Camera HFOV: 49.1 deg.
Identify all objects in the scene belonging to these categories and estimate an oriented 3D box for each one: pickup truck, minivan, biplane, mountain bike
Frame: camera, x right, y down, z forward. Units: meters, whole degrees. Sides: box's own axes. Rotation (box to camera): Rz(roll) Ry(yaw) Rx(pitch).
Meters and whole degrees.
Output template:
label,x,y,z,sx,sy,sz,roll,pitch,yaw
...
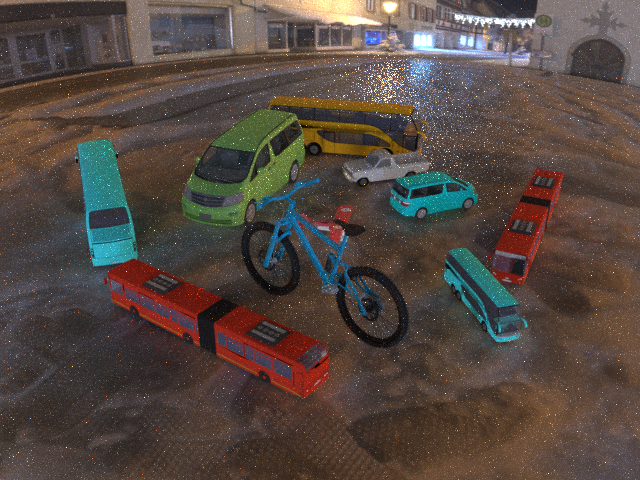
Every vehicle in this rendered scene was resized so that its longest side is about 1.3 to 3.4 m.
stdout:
label,x,y,z,sx,sy,sz,roll,pitch,yaw
pickup truck,1.253,-1.429,13.315,1.603,0.511,0.640,-9,30,-15
minivan,-1.306,-1.325,12.418,1.324,1.197,3.011,11,31,19
biplane,0.180,-0.238,11.166,1.090,0.504,1.336,5,29,9
minivan,2.003,-0.830,12.123,1.548,0.616,0.681,-12,31,-21
mountain bike,-0.027,0.280,9.002,2.857,1.688,1.114,23,37,36

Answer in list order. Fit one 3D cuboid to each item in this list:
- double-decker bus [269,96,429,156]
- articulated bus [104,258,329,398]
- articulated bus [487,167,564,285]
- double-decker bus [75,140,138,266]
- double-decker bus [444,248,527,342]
label,x,y,z,sx,sy,sz,roll,pitch,yaw
double-decker bus,0.561,-2.278,14.295,3.251,1.052,0.756,6,30,11
articulated bus,-1.396,1.025,8.819,3.401,0.561,0.605,20,34,31
articulated bus,3.383,-0.324,11.262,0.605,0.561,3.401,13,31,22
double-decker bus,-3.544,-0.727,11.484,0.756,1.052,3.251,-10,30,-17
double-decker bus,2.169,0.726,9.382,0.389,0.541,1.672,-8,30,-14
